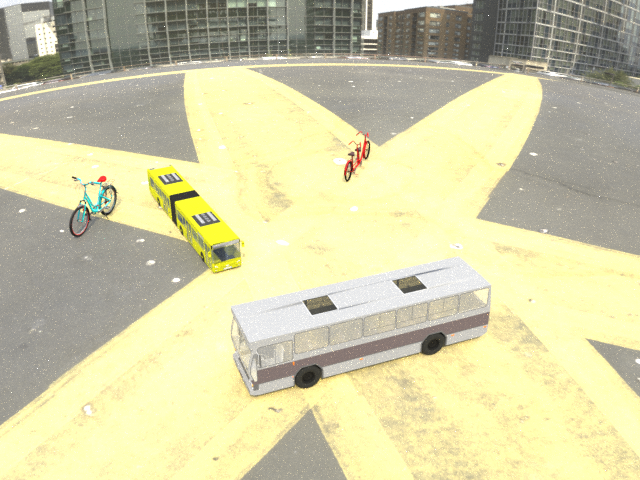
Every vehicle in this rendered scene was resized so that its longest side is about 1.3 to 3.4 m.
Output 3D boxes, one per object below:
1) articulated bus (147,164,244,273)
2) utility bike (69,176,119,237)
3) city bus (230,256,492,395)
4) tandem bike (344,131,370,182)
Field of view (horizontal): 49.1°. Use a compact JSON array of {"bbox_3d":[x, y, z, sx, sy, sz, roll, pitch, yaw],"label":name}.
[{"bbox_3d":[-2.216,-0.455,11.942,0.605,0.561,3.401,-15,32,-25],"label":"articulated bus"},{"bbox_3d":[-3.830,-0.689,11.968,0.535,0.946,1.435,9,30,16],"label":"utility bike"},{"bbox_3d":[0.548,1.064,8.850,3.255,0.894,0.926,-11,31,-19],"label":"city bus"},{"bbox_3d":[0.762,-1.730,14.126,0.283,0.682,1.642,10,31,18],"label":"tandem bike"}]
